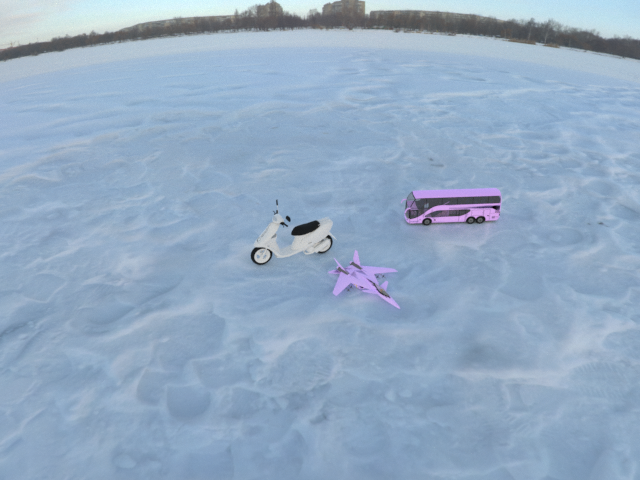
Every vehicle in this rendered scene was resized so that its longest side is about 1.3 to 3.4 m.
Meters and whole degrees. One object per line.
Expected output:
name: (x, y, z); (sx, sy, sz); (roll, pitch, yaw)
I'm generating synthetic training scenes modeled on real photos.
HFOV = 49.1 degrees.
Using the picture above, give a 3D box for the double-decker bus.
double-decker bus: (2.244, -0.577, 11.982); (1.672, 0.541, 0.389); (-2, 30, -4)

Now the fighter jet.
fighter jet: (0.738, 0.602, 10.219); (1.147, 0.286, 1.358); (-19, 35, -29)

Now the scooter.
scooter: (-0.407, -0.112, 10.814); (1.399, 0.919, 0.662); (-10, 32, -17)
